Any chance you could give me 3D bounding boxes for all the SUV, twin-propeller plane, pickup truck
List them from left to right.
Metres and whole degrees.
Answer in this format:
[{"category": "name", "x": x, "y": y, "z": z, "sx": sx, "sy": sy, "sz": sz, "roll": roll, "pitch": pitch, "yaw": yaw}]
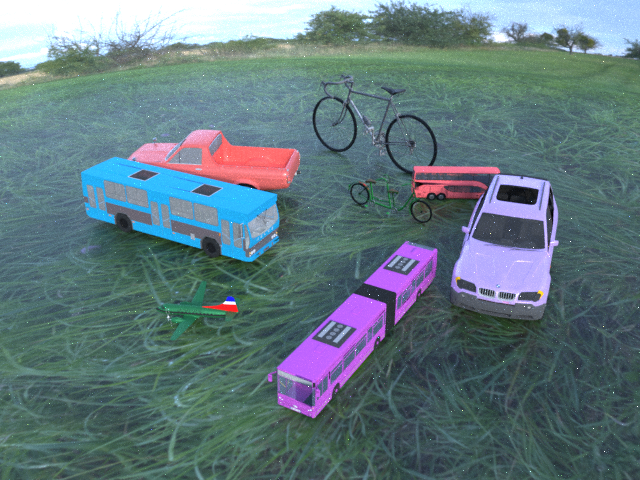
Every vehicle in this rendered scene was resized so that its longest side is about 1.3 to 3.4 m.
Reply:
[{"category": "twin-propeller plane", "x": -1.581, "y": 0.863, "z": 8.959, "sx": 1.095, "sy": 0.407, "sz": 1.370, "roll": 4, "pitch": 28, "yaw": 7}, {"category": "pickup truck", "x": -1.944, "y": -1.396, "z": 12.589, "sx": 3.117, "sy": 0.993, "sz": 1.244, "roll": 4, "pitch": 28, "yaw": 8}, {"category": "SUV", "x": 2.669, "y": -0.016, "z": 9.846, "sx": 1.276, "sy": 1.128, "sz": 3.058, "roll": 9, "pitch": 29, "yaw": 17}]

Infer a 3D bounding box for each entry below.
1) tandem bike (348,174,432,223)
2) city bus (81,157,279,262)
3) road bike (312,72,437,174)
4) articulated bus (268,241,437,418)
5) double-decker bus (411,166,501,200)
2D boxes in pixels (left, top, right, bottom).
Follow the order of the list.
[{"category": "tandem bike", "x": 1.159, "y": -0.760, "z": 11.722, "sx": 1.642, "sy": 0.682, "sz": 0.283, "roll": 19, "pitch": 33, "yaw": 32}, {"category": "city bus", "x": -2.229, "y": -0.491, "z": 10.990, "sx": 3.255, "sy": 0.894, "sz": 0.926, "roll": 14, "pitch": 31, "yaw": 25}, {"category": "road bike", "x": 0.996, "y": -2.284, "z": 13.552, "sx": 3.004, "sy": 1.656, "sz": 0.697, "roll": 22, "pitch": 35, "yaw": 35}, {"category": "articulated bus", "x": 0.572, "y": 0.954, "z": 8.625, "sx": 0.605, "sy": 0.561, "sz": 3.401, "roll": 15, "pitch": 32, "yaw": 27}, {"category": "double-decker bus", "x": 2.455, "y": -1.004, "z": 12.332, "sx": 1.672, "sy": 0.541, "sz": 0.389, "roll": 1, "pitch": 28, "yaw": 2}]
